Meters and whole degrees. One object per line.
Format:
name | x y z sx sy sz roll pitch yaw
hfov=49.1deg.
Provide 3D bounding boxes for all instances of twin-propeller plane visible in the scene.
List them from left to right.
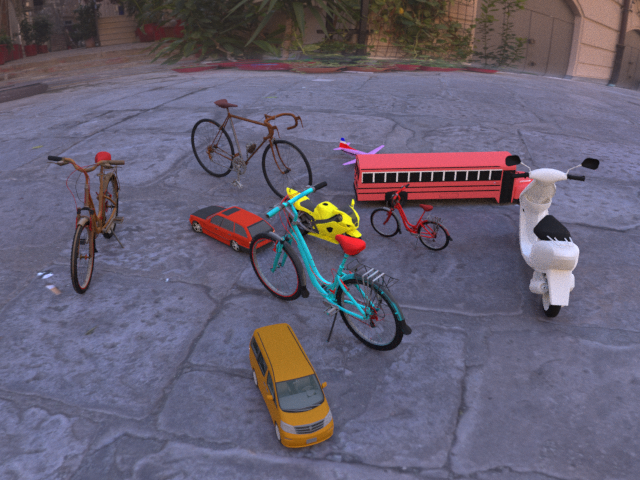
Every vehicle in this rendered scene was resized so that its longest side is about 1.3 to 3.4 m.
twin-propeller plane | 0.818 -1.781 14.204 1.095 0.407 1.370 22 35 34

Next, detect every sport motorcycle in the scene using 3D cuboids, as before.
sport motorcycle | 0.057 -0.300 11.057 1.520 0.821 0.506 21 35 34

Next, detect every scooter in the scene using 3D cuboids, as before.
scooter | 3.209 -0.225 9.913 1.288 1.786 2.721 3 29 5

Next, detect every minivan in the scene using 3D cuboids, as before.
minivan | -0.345 1.588 7.812 0.681 0.616 1.548 -10 30 -17

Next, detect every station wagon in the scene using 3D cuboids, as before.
station wagon | -1.453 -0.269 11.363 1.597 0.473 0.682 23 36 36

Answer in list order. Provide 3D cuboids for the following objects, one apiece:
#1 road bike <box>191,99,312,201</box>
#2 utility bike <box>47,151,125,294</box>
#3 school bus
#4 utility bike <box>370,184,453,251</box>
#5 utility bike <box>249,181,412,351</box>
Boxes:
road bike | -1.322 -1.697 12.748 3.004 1.656 0.696 20 35 33
utility bike | -3.252 -0.525 10.408 1.039 1.839 2.791 -1 29 -2
school bus | 2.281 -1.101 12.503 3.322 0.844 0.709 -2 29 -3
utility bike | 1.404 -0.323 10.970 1.435 0.946 0.535 16 33 27
utility bike | -0.031 0.348 8.808 2.791 1.839 1.039 24 37 37
